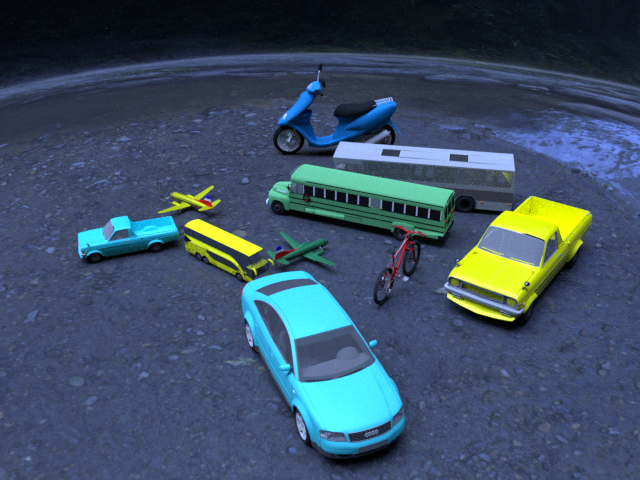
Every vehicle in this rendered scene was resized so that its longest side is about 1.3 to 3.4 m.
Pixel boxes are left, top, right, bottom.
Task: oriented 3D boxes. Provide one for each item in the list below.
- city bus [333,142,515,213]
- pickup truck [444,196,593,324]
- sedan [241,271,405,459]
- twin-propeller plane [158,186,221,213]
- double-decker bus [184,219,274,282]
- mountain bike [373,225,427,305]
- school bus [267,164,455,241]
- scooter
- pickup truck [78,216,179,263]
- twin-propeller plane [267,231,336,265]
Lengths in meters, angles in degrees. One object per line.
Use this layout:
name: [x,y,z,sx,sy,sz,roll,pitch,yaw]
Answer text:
city bus: [1.877,-1.144,12.875,3.255,0.894,0.926,6,30,10]
pickup truck: [3.076,0.115,10.547,1.244,0.993,3.117,20,35,31]
sedan: [-0.051,1.297,8.508,1.235,0.940,3.137,-12,32,-20]
twin-propeller plane: [-2.342,-0.743,12.661,1.095,0.407,1.370,20,35,31]
double-decker bus: [-1.450,0.188,10.877,1.672,0.541,0.389,23,37,34]
mountain bike: [1.161,0.337,10.280,0.573,0.868,1.469,17,34,27]
school bus: [0.630,-0.684,12.112,3.322,0.844,0.709,12,32,21]
scooter: [0.359,-2.654,14.641,2.721,1.786,1.288,-2,29,-3]
pickup truck: [-3.125,-0.087,11.394,1.603,0.511,0.640,-11,31,-18]
twin-propeller plane: [-0.284,0.128,11.118,1.095,0.407,1.370,-22,36,-34]
